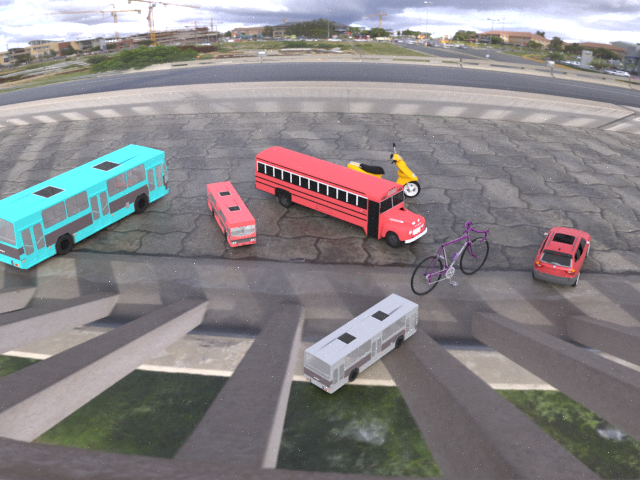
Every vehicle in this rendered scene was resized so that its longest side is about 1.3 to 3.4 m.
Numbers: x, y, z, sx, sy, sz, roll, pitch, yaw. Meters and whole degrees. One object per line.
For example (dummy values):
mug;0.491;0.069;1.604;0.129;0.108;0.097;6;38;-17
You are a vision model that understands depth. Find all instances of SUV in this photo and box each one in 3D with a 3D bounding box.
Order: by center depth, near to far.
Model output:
SUV;3.597;0.147;10.341;0.656;0.580;1.572;13;31;24

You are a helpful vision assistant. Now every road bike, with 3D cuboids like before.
road bike;1.860;0.252;9.851;1.545;0.852;0.358;-19;33;-31

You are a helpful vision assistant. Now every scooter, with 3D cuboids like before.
scooter;1.122;-1.220;12.570;1.399;0.919;0.662;5;28;9

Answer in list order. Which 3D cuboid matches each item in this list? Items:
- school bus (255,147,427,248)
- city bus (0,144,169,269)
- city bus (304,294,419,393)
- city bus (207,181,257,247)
school bus;0.298;-0.778;11.812;3.322;0.844;0.709;22;35;35
city bus;-3.851;-0.597;11.416;0.926;0.894;3.255;15;31;26
city bus;0.528;1.229;8.417;0.476;0.460;1.674;23;36;37
city bus;-1.481;-0.433;11.570;0.476;0.460;1.674;-10;29;-18
